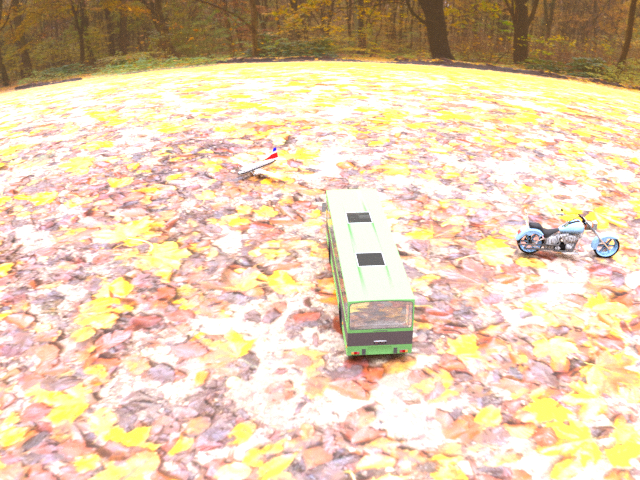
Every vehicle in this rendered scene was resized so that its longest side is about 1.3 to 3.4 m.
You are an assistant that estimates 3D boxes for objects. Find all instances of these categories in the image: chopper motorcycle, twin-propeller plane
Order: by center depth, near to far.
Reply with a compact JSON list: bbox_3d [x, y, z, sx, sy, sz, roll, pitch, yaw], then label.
[{"bbox_3d":[3.793,-0.101,10.678,1.563,0.761,0.466,2,28,3],"label":"chopper motorcycle"},{"bbox_3d":[-1.208,-1.498,13.713,1.370,0.407,1.095,23,35,36],"label":"twin-propeller plane"}]

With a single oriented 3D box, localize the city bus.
[{"bbox_3d":[0.599,0.349,9.680,0.926,0.894,3.255,-2,28,-4],"label":"city bus"}]
